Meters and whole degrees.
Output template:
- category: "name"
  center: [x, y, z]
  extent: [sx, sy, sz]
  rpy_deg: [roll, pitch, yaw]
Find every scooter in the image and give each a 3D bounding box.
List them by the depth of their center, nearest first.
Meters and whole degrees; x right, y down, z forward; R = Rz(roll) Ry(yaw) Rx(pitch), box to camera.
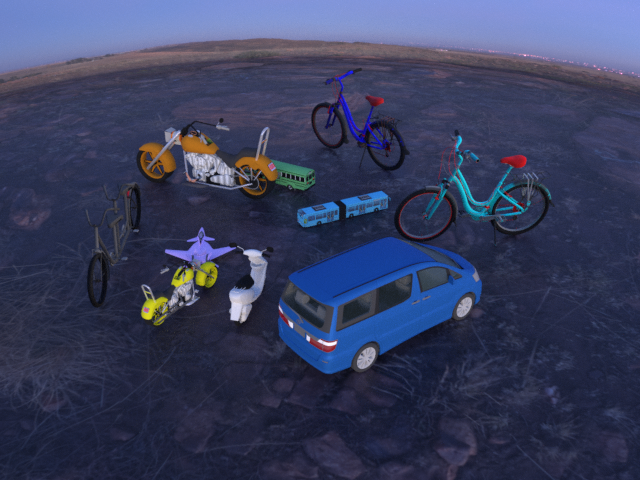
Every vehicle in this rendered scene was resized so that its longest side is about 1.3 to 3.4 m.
- category: "scooter"
  center: [-1.007, 0.547, 9.976]
  extent: [0.662, 0.919, 1.399]
  rpy_deg: [6, 30, 11]

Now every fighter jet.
- category: "fighter jet"
  center: [-1.968, 0.034, 11.536]
  extent: [1.147, 0.286, 1.358]
  rpy_deg: [-3, 29, -6]

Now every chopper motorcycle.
- category: "chopper motorcycle"
  center: [-1.977, 0.629, 9.990]
  extent: [0.466, 0.761, 1.563]
  rpy_deg: [15, 33, 25]
- category: "chopper motorcycle"
  center: [-2.198, -1.616, 13.258]
  extent: [3.040, 1.480, 0.906]
  rpy_deg: [12, 32, 21]

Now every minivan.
- category: "minivan"
  center: [0.908, 0.680, 9.454]
  extent: [3.011, 1.197, 1.324]
  rpy_deg: [-21, 35, -32]

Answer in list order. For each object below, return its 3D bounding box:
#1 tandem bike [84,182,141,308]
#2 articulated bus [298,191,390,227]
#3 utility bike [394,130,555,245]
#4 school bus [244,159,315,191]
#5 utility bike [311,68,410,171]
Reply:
- category: "tandem bike"
  center: [-3.198, -0.241, 10.963]
  extent: [0.550, 1.326, 3.192]
  rpy_deg: [0, 29, -1]
- category: "articulated bus"
  center: [0.437, -0.560, 12.592]
  extent: [1.749, 0.289, 0.311]
  rpy_deg: [-14, 32, -23]
- category: "utility bike"
  center: [2.610, -0.762, 11.368]
  extent: [2.791, 1.839, 1.039]
  rpy_deg: [-4, 30, -8]
- category: "school bus"
  center: [-0.908, -1.328, 13.812]
  extent: [1.708, 0.434, 0.365]
  rpy_deg: [16, 33, 26]
- category: "utility bike"
  center: [0.711, -2.478, 14.427]
  extent: [1.039, 1.839, 2.791]
  rpy_deg: [-25, 38, -37]
